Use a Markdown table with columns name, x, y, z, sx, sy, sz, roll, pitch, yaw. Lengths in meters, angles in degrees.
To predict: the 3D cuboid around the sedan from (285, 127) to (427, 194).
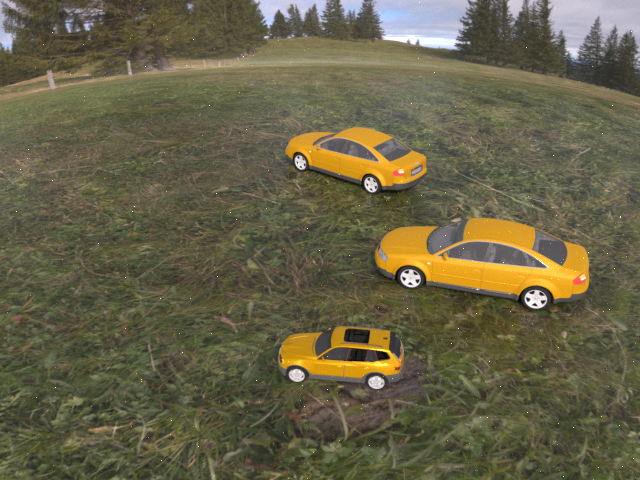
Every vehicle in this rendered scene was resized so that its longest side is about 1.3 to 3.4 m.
| name | x | y | z | sx | sy | sz | roll | pitch | yaw |
| --- | --- | --- | --- | --- | --- | --- | --- | --- | --- |
| sedan | 0.662 | -1.764 | 14.146 | 3.137 | 0.940 | 1.235 | 21 | 35 | 34 |

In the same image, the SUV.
| name | x | y | z | sx | sy | sz | roll | pitch | yaw |
| --- | --- | --- | --- | --- | --- | --- | --- | --- | --- |
| SUV | 0.266 | 1.388 | 8.620 | 1.572 | 0.580 | 0.656 | 4 | 28 | 7 |

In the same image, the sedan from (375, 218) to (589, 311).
| name | x | y | z | sx | sy | sz | roll | pitch | yaw |
| --- | --- | --- | --- | --- | --- | --- | --- | --- | --- |
| sedan | 2.382 | 0.212 | 10.442 | 3.137 | 0.940 | 1.235 | 9 | 29 | 16 |
